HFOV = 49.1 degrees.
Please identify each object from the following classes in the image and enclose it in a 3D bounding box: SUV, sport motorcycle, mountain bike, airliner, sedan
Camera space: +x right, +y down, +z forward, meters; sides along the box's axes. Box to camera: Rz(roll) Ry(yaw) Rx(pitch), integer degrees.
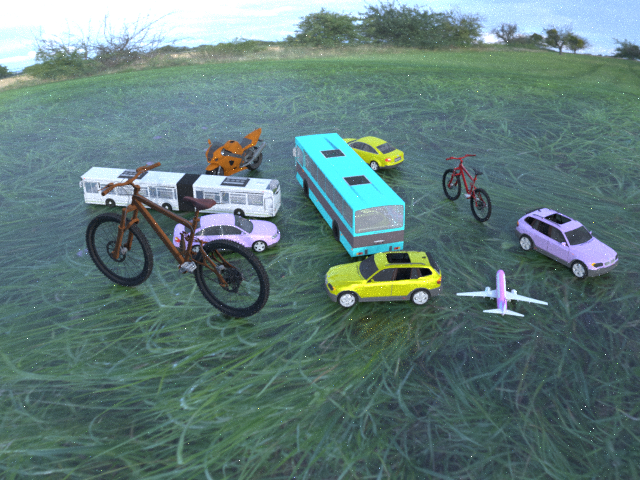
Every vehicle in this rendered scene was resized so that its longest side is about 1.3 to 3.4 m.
[{"bbox_3d":[3.603,0.003,10.280,0.656,0.580,1.572,-17,32,-30],"label":"SUV"},{"bbox_3d":[-1.588,-1.541,12.984,0.506,0.821,1.520,19,33,32],"label":"sport motorcycle"},{"bbox_3d":[2.453,-0.900,11.702,0.573,0.868,1.469,-10,29,-19],"label":"mountain bike"},{"bbox_3d":[2.410,0.621,9.257,1.161,0.429,1.307,5,28,10],"label":"airliner"},{"bbox_3d":[-1.416,-0.121,10.623,1.613,0.483,0.635,-4,28,-8],"label":"sedan"},{"bbox_3d":[0.913,-1.782,13.811,1.613,0.483,0.635,23,36,37],"label":"sedan"},{"bbox_3d":[0.848,0.485,9.356,1.572,0.580,0.656,-2,28,-3],"label":"SUV"},{"bbox_3d":[-1.917,0.045,9.002,2.857,1.688,1.114,12,30,22],"label":"mountain bike"}]

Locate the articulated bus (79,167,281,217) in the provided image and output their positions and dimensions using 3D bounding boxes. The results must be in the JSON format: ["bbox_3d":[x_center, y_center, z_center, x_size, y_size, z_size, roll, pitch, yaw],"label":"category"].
[{"bbox_3d":[-2.378,-0.817,11.875,3.401,0.561,0.605,5,28,9],"label":"articulated bus"}]

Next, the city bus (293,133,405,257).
[{"bbox_3d":[0.388,-0.796,11.474,0.926,0.894,3.255,-8,29,-15],"label":"city bus"}]
